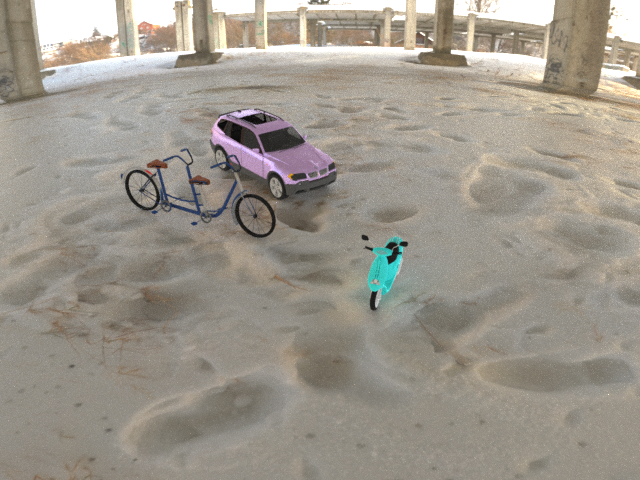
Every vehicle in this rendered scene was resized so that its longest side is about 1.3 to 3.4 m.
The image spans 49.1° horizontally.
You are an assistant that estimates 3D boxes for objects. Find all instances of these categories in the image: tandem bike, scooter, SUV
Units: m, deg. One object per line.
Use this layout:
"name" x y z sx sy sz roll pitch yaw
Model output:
"tandem bike" -2.126 -0.884 11.777 3.192 1.326 0.550 13 30 24
"scooter" 0.935 0.313 9.906 0.662 0.919 1.399 9 29 18
"SUV" -0.975 -1.772 13.704 1.276 1.128 3.058 -21 34 -34
